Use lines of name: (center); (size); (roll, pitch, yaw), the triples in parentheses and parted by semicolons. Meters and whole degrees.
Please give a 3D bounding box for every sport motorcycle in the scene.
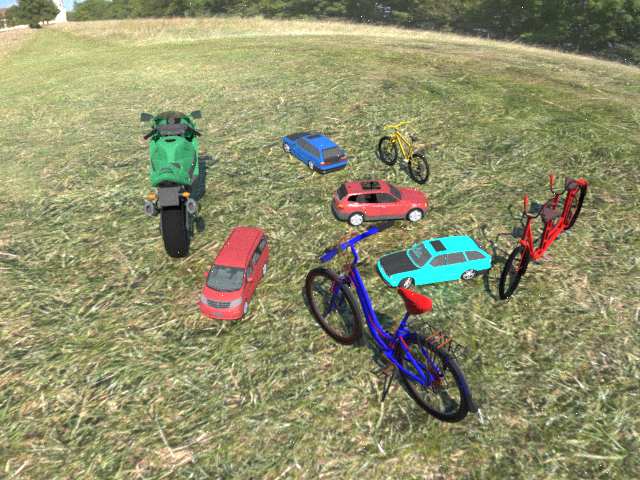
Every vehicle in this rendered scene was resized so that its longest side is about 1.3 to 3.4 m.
sport motorcycle: (-2.289, -0.995, 11.011); (0.983, 1.596, 2.955); (-4, 31, -7)

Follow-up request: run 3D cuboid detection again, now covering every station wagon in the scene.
station wagon: (-0.133, -1.771, 13.377); (0.682, 0.473, 1.597); (-17, 35, -26)
station wagon: (1.626, 0.282, 9.988); (1.597, 0.473, 0.682); (-8, 32, -12)

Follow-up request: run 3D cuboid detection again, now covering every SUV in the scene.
SUV: (0.996, -0.653, 11.428); (1.572, 0.580, 0.656); (-4, 31, -7)

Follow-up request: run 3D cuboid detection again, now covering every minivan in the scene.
minivan: (-1.158, 0.436, 9.596); (0.681, 0.616, 1.548); (6, 32, 10)

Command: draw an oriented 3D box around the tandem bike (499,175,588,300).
tandem bike: (3.324, -0.289, 10.108); (0.550, 1.326, 3.192); (21, 37, 31)

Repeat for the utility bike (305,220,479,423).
utility bike: (0.621, 0.867, 7.704); (1.039, 1.839, 2.791); (-23, 38, -32)

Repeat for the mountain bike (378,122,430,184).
mountain bike: (1.518, -1.605, 12.721); (0.573, 0.868, 1.469); (-18, 36, -27)
